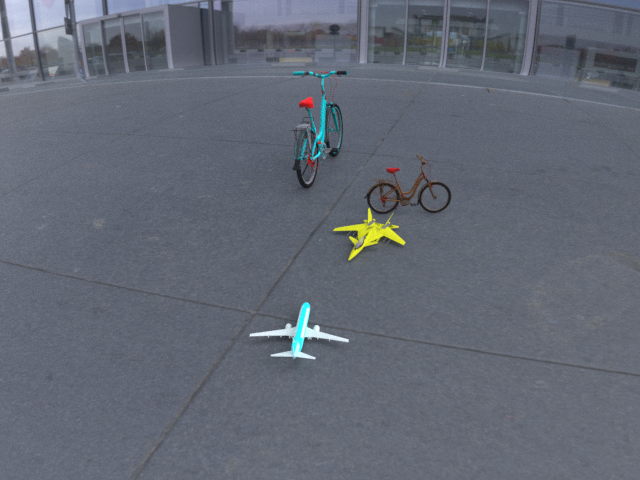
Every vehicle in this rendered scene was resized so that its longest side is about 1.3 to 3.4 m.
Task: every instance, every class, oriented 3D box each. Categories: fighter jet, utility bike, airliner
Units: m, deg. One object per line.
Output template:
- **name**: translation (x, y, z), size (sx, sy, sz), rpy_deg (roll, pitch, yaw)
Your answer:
- **fighter jet**: translation (0.693, -0.072, 10.495), size (1.147, 0.286, 1.358), rpy_deg (12, 29, 22)
- **utility bike**: translation (-0.095, -2.134, 12.819), size (1.039, 1.839, 2.791), rpy_deg (8, 28, 16)
- **airliner**: translation (-0.232, 0.992, 8.260), size (1.161, 0.429, 1.307), rpy_deg (3, 27, 5)
- **utility bike**: translation (1.426, -0.894, 11.376), size (1.435, 0.946, 0.535), rpy_deg (-1, 27, -2)
